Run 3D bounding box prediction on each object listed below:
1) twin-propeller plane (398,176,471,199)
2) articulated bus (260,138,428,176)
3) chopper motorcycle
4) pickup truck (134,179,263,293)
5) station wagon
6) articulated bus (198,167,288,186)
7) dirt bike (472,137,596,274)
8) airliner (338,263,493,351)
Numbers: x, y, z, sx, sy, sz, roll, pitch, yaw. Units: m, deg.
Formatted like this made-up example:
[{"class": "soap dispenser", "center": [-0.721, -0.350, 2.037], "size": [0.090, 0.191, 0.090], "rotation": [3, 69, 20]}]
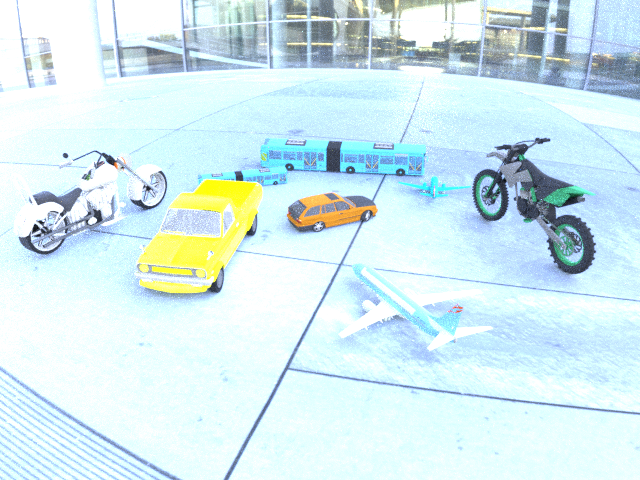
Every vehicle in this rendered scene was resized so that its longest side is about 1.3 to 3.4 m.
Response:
[{"class": "twin-propeller plane", "center": [2.164, -1.039, 13.236], "size": [1.370, 0.407, 1.095], "rotation": [4, 27, 8]}, {"class": "articulated bus", "center": [0.490, -1.710, 14.376], "size": [3.401, 0.561, 0.605], "rotation": [3, 27, 7]}, {"class": "chopper motorcycle", "center": [-3.741, -0.839, 11.671], "size": [0.906, 1.480, 3.040], "rotation": [17, 31, 29]}, {"class": "pickup truck", "center": [-1.807, -0.242, 11.041], "size": [1.244, 0.993, 3.117], "rotation": [5, 28, 9]}, {"class": "station wagon", "center": [0.235, -0.553, 12.217], "size": [1.597, 0.473, 0.682], "rotation": [-12, 30, -23]}, {"class": "articulated bus", "center": [-1.487, -1.192, 13.664], "size": [1.749, 0.289, 0.311], "rotation": [-7, 28, -13]}, {"class": "dirt bike", "center": [3.347, -0.685, 11.167], "size": [1.024, 1.666, 2.903], "rotation": [-12, 29, -21]}, {"class": "airliner", "center": [1.106, 0.680, 9.418], "size": [2.257, 0.835, 2.541], "rotation": [-14, 30, -25]}]
